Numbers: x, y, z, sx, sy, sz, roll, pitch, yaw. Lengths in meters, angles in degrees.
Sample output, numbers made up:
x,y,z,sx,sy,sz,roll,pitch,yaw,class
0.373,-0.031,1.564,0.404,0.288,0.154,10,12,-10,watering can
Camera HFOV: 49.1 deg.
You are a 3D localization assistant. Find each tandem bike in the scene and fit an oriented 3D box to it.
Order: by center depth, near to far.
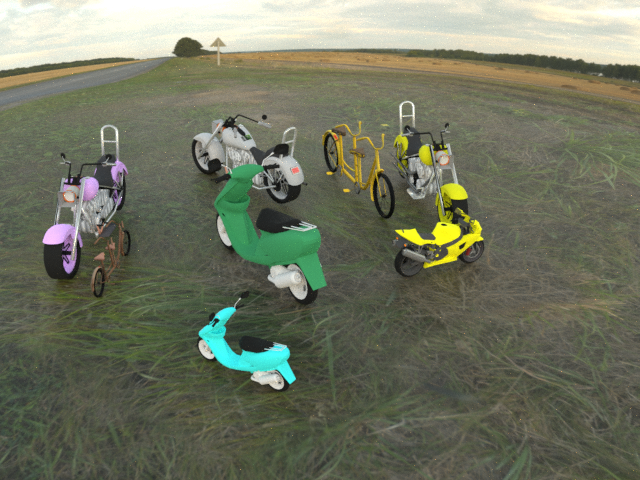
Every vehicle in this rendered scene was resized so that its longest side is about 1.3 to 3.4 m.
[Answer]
x,y,z,sx,sy,sz,roll,pitch,yaw,class
-2.976,0.199,9.967,0.283,0.682,1.642,1,26,3,tandem bike
0.641,-1.479,12.621,0.550,1.326,3.192,-10,28,-19,tandem bike

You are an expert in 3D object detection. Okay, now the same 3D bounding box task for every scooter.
x,y,z,sx,sy,sz,roll,pitch,yaw,class
-0.867,1.137,7.812,1.399,0.919,0.662,17,31,30,scooter
-0.788,-0.297,9.725,1.288,1.786,2.721,-18,32,-32,scooter

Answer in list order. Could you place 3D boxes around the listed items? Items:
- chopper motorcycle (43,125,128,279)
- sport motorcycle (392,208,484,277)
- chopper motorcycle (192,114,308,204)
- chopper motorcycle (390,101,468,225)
x,y,z,sx,sy,sz,roll,pitch,yaw,class
-3.594,-0.655,10.790,0.906,1.480,3.040,1,26,3,chopper motorcycle
1.737,0.061,10.089,1.520,0.821,0.506,-11,28,-20,sport motorcycle
-1.406,-1.636,12.766,0.906,1.480,3.040,-23,34,-38,chopper motorcycle
1.892,-1.332,12.152,0.906,1.480,3.040,-5,27,-11,chopper motorcycle
